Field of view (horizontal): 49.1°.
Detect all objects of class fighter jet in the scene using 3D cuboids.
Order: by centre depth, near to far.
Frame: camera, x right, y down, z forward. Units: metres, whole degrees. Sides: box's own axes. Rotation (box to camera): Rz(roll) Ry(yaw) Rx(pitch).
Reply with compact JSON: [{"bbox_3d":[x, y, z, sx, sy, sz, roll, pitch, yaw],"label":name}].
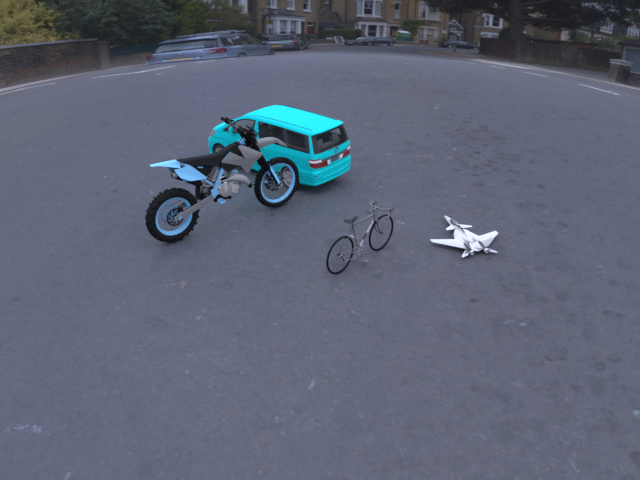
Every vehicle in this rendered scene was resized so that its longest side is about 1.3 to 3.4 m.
[{"bbox_3d":[2.283,-0.169,11.242,1.147,0.286,1.358,-7,30,-13],"label":"fighter jet"}]

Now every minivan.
[{"bbox_3d":[-0.859,-1.926,13.483,3.011,1.197,1.324,22,36,34],"label":"minivan"}]

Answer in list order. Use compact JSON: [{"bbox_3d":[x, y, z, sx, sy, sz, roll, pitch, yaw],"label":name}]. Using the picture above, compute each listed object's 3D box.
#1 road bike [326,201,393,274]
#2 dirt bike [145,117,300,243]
[{"bbox_3d":[0.621,-0.056,10.452,0.358,0.852,1.545,24,37,37],"label":"road bike"},{"bbox_3d":[-1.533,-1.021,11.357,2.903,1.666,1.024,-21,35,-33],"label":"dirt bike"}]
